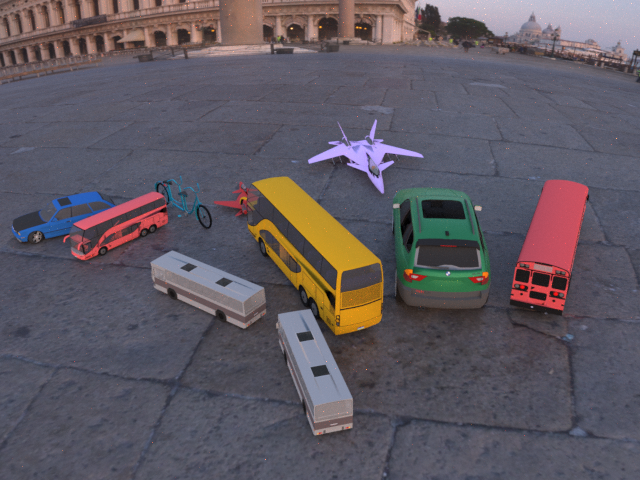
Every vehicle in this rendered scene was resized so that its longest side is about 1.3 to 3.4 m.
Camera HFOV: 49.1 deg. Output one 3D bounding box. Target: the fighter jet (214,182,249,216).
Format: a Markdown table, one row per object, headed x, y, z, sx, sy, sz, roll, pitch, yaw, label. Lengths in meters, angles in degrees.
| x | y | z | sx | sy | sz | roll | pitch | yaw | label |
| --- | --- | --- | --- | --- | --- | --- | --- | --- | --- |
| -1.273 | -0.820 | 12.080 | 1.147 | 0.286 | 1.358 | -7 | 29 | -13 | fighter jet |

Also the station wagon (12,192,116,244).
| x | y | z | sx | sy | sz | roll | pitch | yaw | label |
| --- | --- | --- | --- | --- | --- | --- | --- | --- | --- |
| -4.051 | -0.393 | 11.100 | 1.597 | 0.473 | 0.682 | -16 | 32 | -26 | station wagon |

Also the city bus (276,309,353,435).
| x | y | z | sx | sy | sz | roll | pitch | yaw | label |
| --- | --- | --- | --- | --- | --- | --- | --- | --- | --- |
| -0.084 | 1.432 | 7.762 | 0.476 | 0.460 | 1.674 | -8 | 29 | -14 | city bus |

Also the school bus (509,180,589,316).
| x | y | z | sx | sy | sz | roll | pitch | yaw | label |
| --- | --- | --- | --- | --- | --- | --- | --- | --- | --- |
| 3.382 | -0.061 | 10.101 | 0.709 | 0.844 | 3.322 | 12 | 31 | 20 | school bus |

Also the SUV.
| x | y | z | sx | sy | sz | roll | pitch | yaw | label |
| --- | --- | --- | --- | --- | --- | --- | --- | --- | --- |
| 1.666 | -0.115 | 9.904 | 1.276 | 1.128 | 3.058 | 2 | 29 | 4 | SUV |

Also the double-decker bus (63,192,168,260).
| x | y | z | sx | sy | sz | roll | pitch | yaw | label |
| --- | --- | --- | --- | --- | --- | --- | --- | --- | --- |
| -3.076 | -0.217 | 10.706 | 0.389 | 0.541 | 1.672 | 22 | 35 | 34 | double-decker bus |

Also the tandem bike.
| x | y | z | sx | sy | sz | roll | pitch | yaw | label |
| --- | --- | --- | --- | --- | --- | --- | --- | --- | --- |
| -2.263 | -0.703 | 11.452 | 0.283 | 0.682 | 1.642 | -24 | 37 | -37 | tandem bike |

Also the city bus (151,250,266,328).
| x | y | z | sx | sy | sz | roll | pitch | yaw | label |
| --- | --- | --- | --- | --- | --- | --- | --- | --- | --- |
| -1.484 | 0.648 | 9.200 | 1.674 | 0.460 | 0.476 | 19 | 34 | 31 | city bus |

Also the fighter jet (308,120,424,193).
| x | y | z | sx | sy | sz | roll | pitch | yaw | label |
| --- | --- | --- | --- | --- | --- | --- | --- | --- | --- |
| 0.913 | -1.583 | 13.199 | 2.229 | 0.557 | 2.640 | -4 | 29 | -7 | fighter jet |

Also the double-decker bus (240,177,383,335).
| x | y | z | sx | sy | sz | roll | pitch | yaw | label |
| --- | --- | --- | --- | --- | --- | --- | --- | --- | --- |
| -0.197 | 0.069 | 9.645 | 0.756 | 1.052 | 3.251 | -13 | 31 | -22 | double-decker bus |
